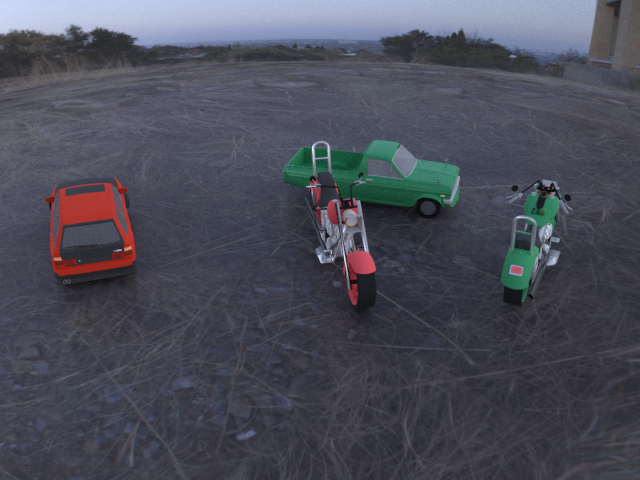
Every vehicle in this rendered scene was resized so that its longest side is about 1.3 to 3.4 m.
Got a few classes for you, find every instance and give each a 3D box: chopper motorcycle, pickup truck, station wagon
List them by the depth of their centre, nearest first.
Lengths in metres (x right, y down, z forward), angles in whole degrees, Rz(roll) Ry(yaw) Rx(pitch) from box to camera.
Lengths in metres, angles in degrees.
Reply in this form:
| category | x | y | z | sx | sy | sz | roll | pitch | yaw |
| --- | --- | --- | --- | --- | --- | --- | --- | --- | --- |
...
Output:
| category | x | y | z | sx | sy | sz | roll | pitch | yaw |
| --- | --- | --- | --- | --- | --- | --- | --- | --- | --- |
| chopper motorcycle | 3.144 | -0.217 | 10.123 | 0.906 | 1.480 | 3.040 | 13 | 30 | 22 |
| chopper motorcycle | 0.293 | -0.295 | 10.270 | 0.906 | 1.480 | 3.040 | -6 | 28 | -11 |
| station wagon | -3.647 | -0.410 | 11.083 | 1.327 | 0.920 | 3.105 | -9 | 29 | -16 |
| pickup truck | 0.939 | -1.214 | 12.524 | 3.117 | 0.993 | 1.244 | 8 | 29 | 15 |
